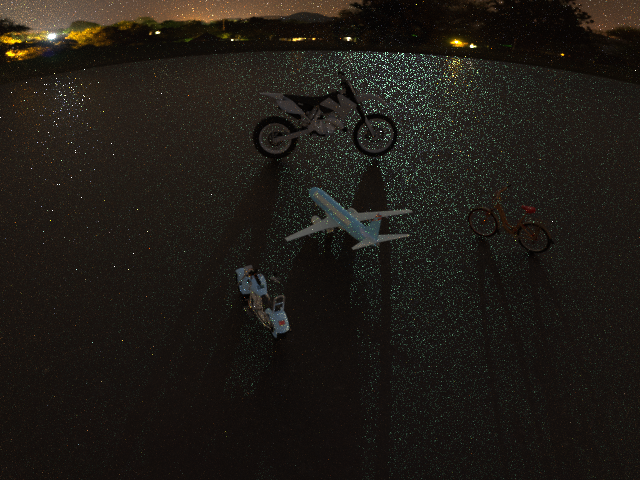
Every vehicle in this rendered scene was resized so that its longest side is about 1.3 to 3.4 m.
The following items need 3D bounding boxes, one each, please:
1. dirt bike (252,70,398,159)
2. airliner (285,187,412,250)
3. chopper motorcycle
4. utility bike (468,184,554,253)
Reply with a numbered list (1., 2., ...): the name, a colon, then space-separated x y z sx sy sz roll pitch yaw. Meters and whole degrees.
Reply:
1. dirt bike: 0.110 -2.394 13.779 2.903 1.666 1.024 -1 30 -2
2. airliner: 0.370 -0.533 11.330 2.257 0.835 2.541 -13 32 -22
3. chopper motorcycle: -0.796 0.699 9.226 0.466 0.761 1.563 -14 32 -23
4. utility bike: 2.932 -0.304 10.812 1.435 0.946 0.535 20 35 31
